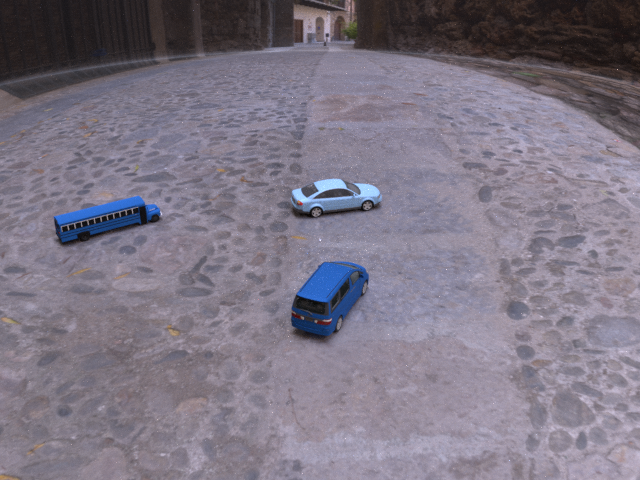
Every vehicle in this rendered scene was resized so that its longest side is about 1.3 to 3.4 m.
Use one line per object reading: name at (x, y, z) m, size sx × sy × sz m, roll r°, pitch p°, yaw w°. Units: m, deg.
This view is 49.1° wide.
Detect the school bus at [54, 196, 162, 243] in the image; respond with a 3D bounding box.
school bus at (-3.465, -0.368, 11.540) m, size 1.708 × 0.434 × 0.365 m, roll -18°, pitch 34°, yaw -28°

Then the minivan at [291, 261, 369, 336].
minivan at (0.170, 0.672, 9.519) m, size 0.681 × 0.616 × 1.548 m, roll 12°, pitch 32°, yaw 21°

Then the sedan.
sedan at (0.295, -0.791, 12.238) m, size 1.613 × 0.483 × 0.635 m, roll -8°, pitch 30°, yaw -13°
